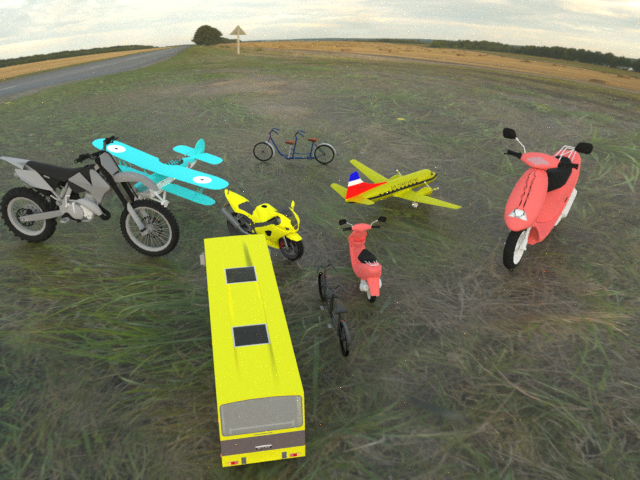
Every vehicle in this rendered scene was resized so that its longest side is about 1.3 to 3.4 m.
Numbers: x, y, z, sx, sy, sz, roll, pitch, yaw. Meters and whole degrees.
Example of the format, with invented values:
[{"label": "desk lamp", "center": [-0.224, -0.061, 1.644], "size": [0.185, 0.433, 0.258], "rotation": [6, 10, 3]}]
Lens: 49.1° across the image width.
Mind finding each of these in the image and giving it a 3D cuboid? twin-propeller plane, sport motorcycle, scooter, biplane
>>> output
[{"label": "twin-propeller plane", "center": [1.251, -0.989, 11.897], "size": [2.129, 0.792, 2.663], "rotation": [-20, 33, -33]}, {"label": "sport motorcycle", "center": [-0.845, -0.234, 10.420], "size": [1.520, 0.821, 0.506], "rotation": [20, 34, 33]}, {"label": "scooter", "center": [3.356, -0.797, 10.455], "size": [1.288, 1.786, 2.721], "rotation": [18, 32, 30]}, {"label": "scooter", "center": [0.601, 0.184, 9.515], "size": [0.662, 0.919, 1.399], "rotation": [-4, 28, -8]}, {"label": "biplane", "center": [-2.544, -1.165, 12.028], "size": [2.598, 0.981, 2.120], "rotation": [12, 30, 22]}]

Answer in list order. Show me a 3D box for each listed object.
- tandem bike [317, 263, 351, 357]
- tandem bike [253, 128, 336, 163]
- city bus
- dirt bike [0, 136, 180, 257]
[{"label": "tandem bike", "center": [0.159, 0.777, 8.637], "size": [0.283, 0.682, 1.642], "rotation": [-6, 28, -11]}, {"label": "tandem bike", "center": [-0.499, -1.819, 13.601], "size": [1.642, 0.682, 0.283], "rotation": [3, 28, 6]}, {"label": "city bus", "center": [-0.814, 1.072, 7.843], "size": [0.926, 0.894, 3.255], "rotation": [-5, 28, -9]}, {"label": "dirt bike", "center": [-3.439, -0.608, 10.222], "size": [2.903, 1.666, 1.024], "rotation": [6, 28, 12]}]
